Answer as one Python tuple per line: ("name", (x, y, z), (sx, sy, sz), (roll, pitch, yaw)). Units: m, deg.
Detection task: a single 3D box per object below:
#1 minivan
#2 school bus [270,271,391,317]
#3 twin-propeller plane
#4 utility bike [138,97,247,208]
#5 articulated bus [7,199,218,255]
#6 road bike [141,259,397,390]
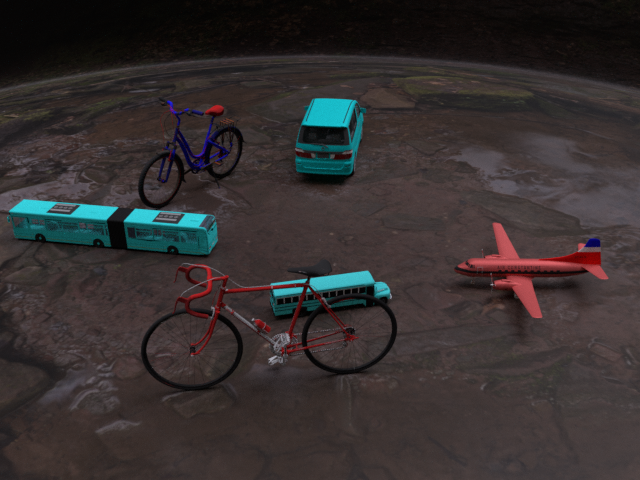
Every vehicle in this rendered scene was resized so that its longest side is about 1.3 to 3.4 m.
("minivan", (0.248, -2.294, 14.494), (1.324, 1.197, 3.011), (4, 29, 7))
("school bus", (0.163, 0.742, 9.780), (1.708, 0.434, 0.365), (-7, 30, -12))
("twin-propeller plane", (3.025, 0.316, 10.181), (2.129, 0.792, 2.663), (1, 29, 1))
("utility bike", (-2.216, -1.713, 12.775), (1.039, 1.839, 2.791), (19, 34, 31))
("articulated bus", (-3.375, -0.214, 11.381), (3.401, 0.561, 0.605), (5, 29, 9))
("road bike", (-0.557, 0.983, 8.078), (3.004, 1.656, 0.696), (-5, 29, -8))
